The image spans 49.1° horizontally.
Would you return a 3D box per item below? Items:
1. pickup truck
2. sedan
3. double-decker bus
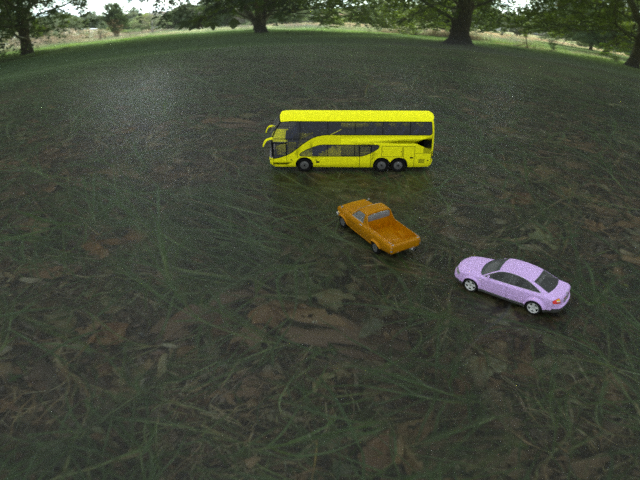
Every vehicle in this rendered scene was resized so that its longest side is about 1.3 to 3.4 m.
[{"bbox_3d":[0.905,-0.260,11.154,0.640,0.511,1.603,-17,34,-26],"label":"pickup truck"},{"bbox_3d":[2.678,0.545,9.810,1.613,0.483,0.635,20,36,30],"label":"sedan"},{"bbox_3d":[0.550,-1.925,13.454,3.251,1.052,0.756,0,30,0],"label":"double-decker bus"}]
